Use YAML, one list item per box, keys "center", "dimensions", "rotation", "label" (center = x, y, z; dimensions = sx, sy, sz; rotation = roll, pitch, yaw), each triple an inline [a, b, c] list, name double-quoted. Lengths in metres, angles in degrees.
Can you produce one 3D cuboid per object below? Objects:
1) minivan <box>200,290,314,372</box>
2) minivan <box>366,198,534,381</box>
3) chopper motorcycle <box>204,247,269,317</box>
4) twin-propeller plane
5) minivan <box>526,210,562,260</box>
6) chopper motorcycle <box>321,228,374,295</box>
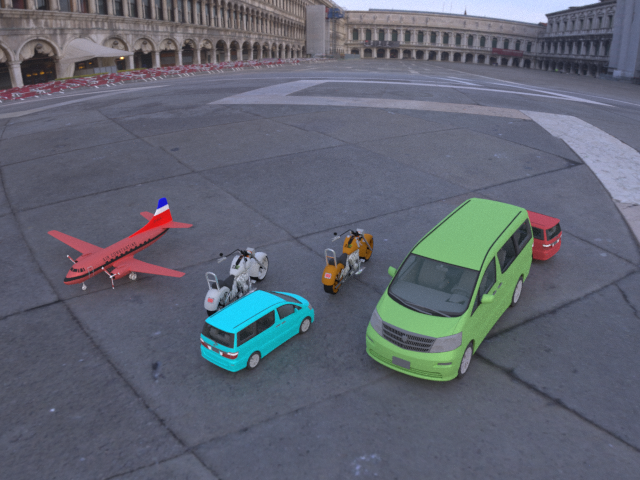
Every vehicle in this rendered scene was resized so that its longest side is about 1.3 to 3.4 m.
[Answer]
- center: [-0.712, 0.978, 8.403]
  dimensions: [0.681, 0.616, 1.548]
  rotation: [19, 32, 33]
  label: "minivan"
- center: [1.693, 0.513, 8.695]
  dimensions: [1.324, 1.197, 3.011]
  rotation: [15, 30, 29]
  label: "minivan"
- center: [-1.081, 0.454, 9.316]
  dimensions: [0.466, 0.761, 1.563]
  rotation: [10, 28, 20]
  label: "chopper motorcycle"
- center: [-2.863, 0.050, 10.113]
  dimensions: [2.663, 0.792, 2.129]
  rotation: [15, 30, 28]
  label: "twin-propeller plane"
- center: [2.896, -0.171, 10.769]
  dimensions: [1.548, 0.616, 0.681]
  rotation: [20, 32, 35]
  label: "minivan"
- center: [0.425, 0.183, 9.875]
  dimensions: [0.466, 0.761, 1.563]
  rotation: [12, 28, 23]
  label: "chopper motorcycle"
